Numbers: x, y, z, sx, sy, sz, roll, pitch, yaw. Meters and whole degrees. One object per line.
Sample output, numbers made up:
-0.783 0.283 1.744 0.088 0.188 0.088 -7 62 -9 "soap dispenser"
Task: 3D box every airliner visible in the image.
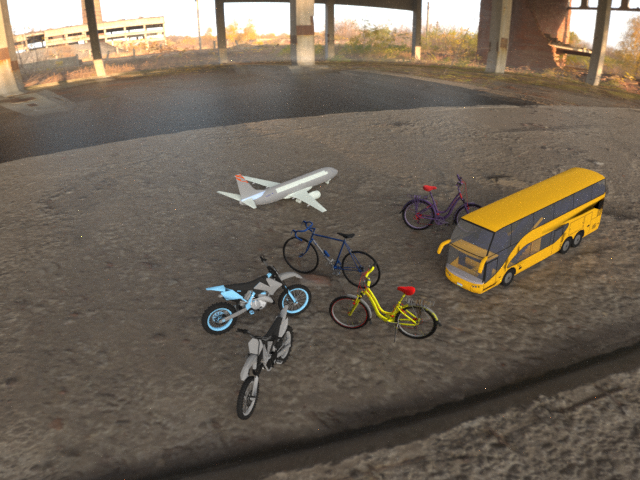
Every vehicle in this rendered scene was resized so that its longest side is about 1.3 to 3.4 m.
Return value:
-0.541 -1.099 12.425 2.257 0.835 2.541 24 36 38 "airliner"

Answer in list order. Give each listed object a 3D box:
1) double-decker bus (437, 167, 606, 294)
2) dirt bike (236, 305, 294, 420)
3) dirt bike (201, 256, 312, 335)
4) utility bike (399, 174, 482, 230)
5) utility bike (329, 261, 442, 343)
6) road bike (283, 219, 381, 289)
3.103 -0.177 10.435 3.251 1.052 0.756 -22 35 -35 "double-decker bus"
-0.594 1.299 7.830 0.527 0.857 1.493 9 29 17 "dirt bike"
-0.801 0.719 8.936 1.493 0.857 0.527 -12 30 -21 "dirt bike"
2.007 -0.579 11.316 1.435 0.946 0.535 5 28 10 "utility bike"
0.796 0.819 8.650 1.435 0.946 0.535 7 28 13 "utility bike"
0.145 0.208 9.917 1.545 0.852 0.358 13 30 23 "road bike"
